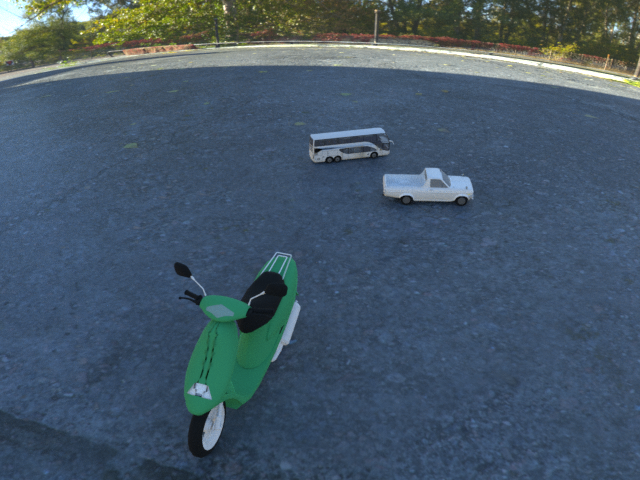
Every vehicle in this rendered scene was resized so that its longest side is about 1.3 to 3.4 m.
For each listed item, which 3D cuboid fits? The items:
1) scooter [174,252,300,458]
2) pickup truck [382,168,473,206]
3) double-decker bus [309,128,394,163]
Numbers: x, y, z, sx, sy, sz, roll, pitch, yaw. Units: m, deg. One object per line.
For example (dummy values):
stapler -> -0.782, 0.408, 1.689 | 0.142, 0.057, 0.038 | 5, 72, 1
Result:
scooter -> -0.828, 0.956, 7.846 | 1.288, 1.786, 2.721 | 10, 32, 17
pickup truck -> 1.905, -0.972, 12.374 | 1.603, 0.511, 0.640 | 1, 31, 2
double-decker bus -> 0.616, -1.883, 13.890 | 1.672, 0.541, 0.389 | -8, 31, -13
